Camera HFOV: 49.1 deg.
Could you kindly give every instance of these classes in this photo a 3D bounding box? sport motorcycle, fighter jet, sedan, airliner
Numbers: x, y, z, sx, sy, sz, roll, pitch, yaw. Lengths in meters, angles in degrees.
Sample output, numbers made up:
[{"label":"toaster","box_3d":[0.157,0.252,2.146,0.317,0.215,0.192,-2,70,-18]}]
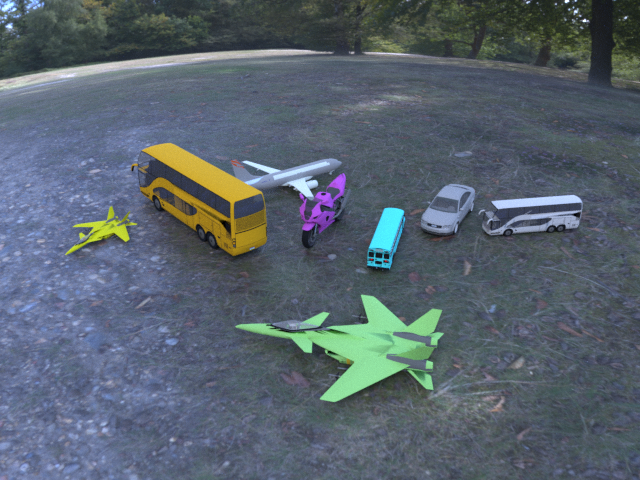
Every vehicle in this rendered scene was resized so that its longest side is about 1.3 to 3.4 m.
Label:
[{"label":"sport motorcycle","box_3d":[0.072,-0.488,11.457,0.506,0.821,1.520,13,31,22]},{"label":"fighter jet","box_3d":[-3.648,-0.132,11.361,1.147,0.286,1.358,14,31,23]},{"label":"sedan","box_3d":[2.205,-0.580,11.983,0.635,0.483,1.613,13,31,23]},{"label":"airliner","box_3d":[-0.582,-1.371,13.081,2.541,0.835,2.257,-20,34,-32]},{"label":"fighter jet","box_3d":[0.173,1.134,8.726,2.640,0.557,2.229,7,29,13]}]

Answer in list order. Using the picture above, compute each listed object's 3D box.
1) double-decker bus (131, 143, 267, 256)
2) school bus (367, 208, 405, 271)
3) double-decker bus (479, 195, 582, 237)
[{"label":"double-decker bus","box_3d":[-2.079,-0.771,11.739,0.756,1.052,3.251,-22,35,-34]},{"label":"school bus","box_3d":[1.076,-0.073,11.094,0.365,0.434,1.708,7,29,12]},{"label":"double-decker bus","box_3d":[3.487,-0.403,11.595,1.672,0.541,0.389,-5,29,-8]}]
